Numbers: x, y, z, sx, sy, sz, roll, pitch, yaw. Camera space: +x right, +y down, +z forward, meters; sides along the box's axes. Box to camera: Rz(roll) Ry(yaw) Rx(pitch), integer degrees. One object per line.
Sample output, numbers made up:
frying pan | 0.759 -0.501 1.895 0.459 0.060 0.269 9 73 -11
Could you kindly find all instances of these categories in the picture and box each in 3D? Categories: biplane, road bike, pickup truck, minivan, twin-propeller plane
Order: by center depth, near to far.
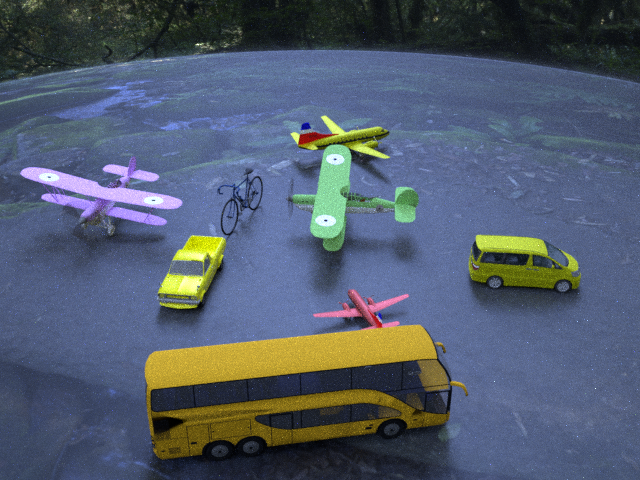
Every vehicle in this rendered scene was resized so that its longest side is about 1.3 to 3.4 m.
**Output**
twin-propeller plane | 0.590 0.879 9.163 1.370 0.407 1.095 -10 31 -18
pickup truck | -1.795 0.382 9.943 0.640 0.511 1.603 4 30 7
minivan | 2.923 0.312 9.961 1.548 0.616 0.681 3 29 5
biplane | 0.499 -0.567 11.153 2.120 0.981 2.598 3 29 5
biplane | -3.390 -0.732 11.446 2.598 0.981 2.120 5 30 9
road bike | -1.274 -0.693 11.509 0.358 0.852 1.545 10 31 18
twin-propeller plane | 0.510 -2.130 14.128 2.129 0.792 2.663 -14 32 -23

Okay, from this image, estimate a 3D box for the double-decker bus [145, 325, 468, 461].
double-decker bus | -0.135 1.562 7.290 3.251 1.052 0.756 -5 30 -8
